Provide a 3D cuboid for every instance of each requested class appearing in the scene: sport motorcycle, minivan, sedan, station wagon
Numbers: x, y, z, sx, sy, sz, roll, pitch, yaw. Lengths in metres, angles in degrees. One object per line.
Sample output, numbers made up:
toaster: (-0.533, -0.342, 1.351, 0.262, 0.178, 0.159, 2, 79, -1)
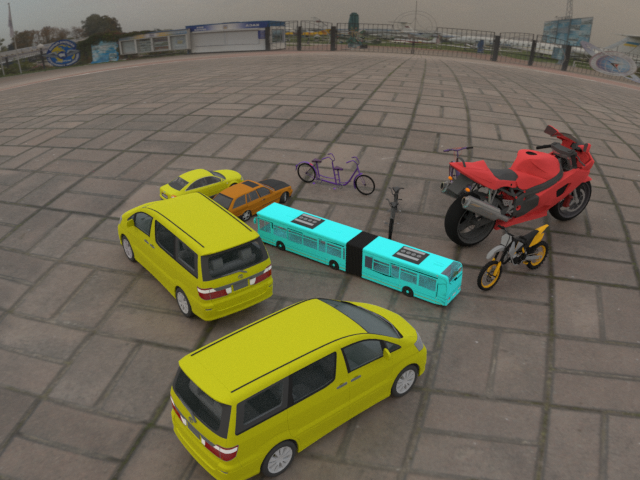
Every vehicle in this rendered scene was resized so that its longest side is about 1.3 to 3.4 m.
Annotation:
sport motorcycle: (3.255, -0.830, 11.227, 2.955, 1.596, 0.983, -13, 32, -22)
minivan: (-1.915, 0.014, 10.136, 1.324, 1.197, 3.011, -20, 35, -32)
sedan: (-2.125, -1.019, 12.698, 1.613, 0.483, 0.635, -23, 37, -34)
station wagon: (-1.185, -0.782, 12.286, 0.682, 0.473, 1.597, 24, 37, 36)
minivan: (-0.116, 1.395, 7.685, 3.011, 1.197, 1.324, -23, 36, -34)

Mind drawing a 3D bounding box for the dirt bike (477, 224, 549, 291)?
dirt bike: (2.843, 0.202, 10.148, 1.493, 0.857, 0.527, -19, 35, -30)

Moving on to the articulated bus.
articulated bus: (0.476, 0.156, 10.532, 3.401, 0.561, 0.605, 19, 35, 30)

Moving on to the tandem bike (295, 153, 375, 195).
tandem bike: (0.268, -1.263, 12.928, 1.642, 0.682, 0.283, 14, 32, 23)

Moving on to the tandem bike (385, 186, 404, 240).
tandem bike: (1.235, -0.550, 11.663, 0.283, 0.682, 1.642, 5, 30, 9)

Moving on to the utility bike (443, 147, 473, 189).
utility bike: (2.466, -1.143, 12.447, 0.535, 0.946, 1.435, -3, 30, -5)
